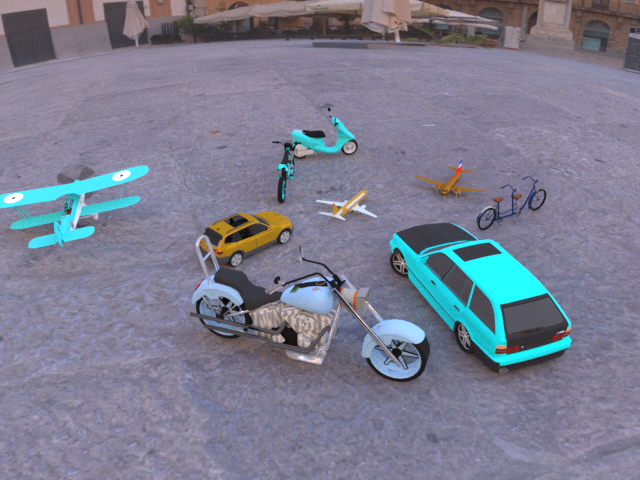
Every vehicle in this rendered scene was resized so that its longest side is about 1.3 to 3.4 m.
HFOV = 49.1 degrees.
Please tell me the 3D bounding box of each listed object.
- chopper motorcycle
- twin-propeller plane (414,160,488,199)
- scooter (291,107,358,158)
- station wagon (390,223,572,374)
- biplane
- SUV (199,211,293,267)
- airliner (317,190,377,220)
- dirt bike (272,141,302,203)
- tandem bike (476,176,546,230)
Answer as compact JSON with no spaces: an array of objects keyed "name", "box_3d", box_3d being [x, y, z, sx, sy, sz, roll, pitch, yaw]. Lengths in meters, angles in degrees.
[{"name":"chopper motorcycle","box_3d":[-0.167,0.823,8.461,3.040,1.480,0.906,10,33,16]},{"name":"twin-propeller plane","box_3d":[2.393,-1.087,12.657,1.370,0.407,1.095,15,34,23]},{"name":"scooter","box_3d":[0.071,-2.061,13.774,1.399,0.919,0.662,-6,32,-9]},{"name":"station wagon","box_3d":[2.053,0.502,9.534,1.327,0.920,3.105,-11,33,-18]},{"name":"biplane","box_3d":[-3.983,-0.449,11.049,2.598,0.981,2.120,-5,31,-8]},{"name":"SUV","box_3d":[-1.135,-0.120,10.891,1.572,0.580,0.656,-26,40,-36]},{"name":"airliner","box_3d":[0.517,-0.681,11.964,1.161,0.429,1.307,17,35,25]},{"name":"dirt bike","box_3d":[-0.612,-1.309,12.590,0.527,0.857,1.493,4,31,6]},{"name":"tandem bike","box_3d":[3.215,-0.632,11.639,1.642,0.682,0.283,-19,36,-28]}]
